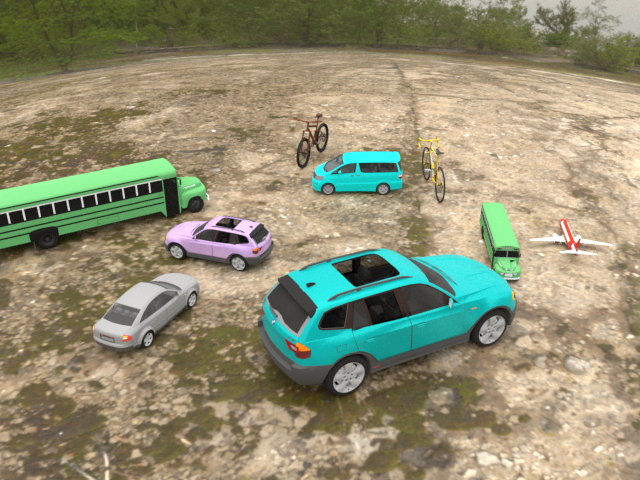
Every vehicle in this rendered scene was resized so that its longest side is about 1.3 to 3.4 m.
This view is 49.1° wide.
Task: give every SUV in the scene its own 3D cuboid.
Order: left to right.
[{"bbox_3d":[-1.443,-0.028,9.924,1.572,0.580,0.656,10,29,18],"label":"SUV"},{"bbox_3d":[0.819,0.710,7.950,3.058,1.128,1.276,-13,31,-24],"label":"SUV"}]

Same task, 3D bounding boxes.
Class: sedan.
[{"bbox_3d":[-2.070,0.780,8.505,0.635,0.483,1.613,12,30,21],"label":"sedan"}]

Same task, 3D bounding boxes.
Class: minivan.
[{"bbox_3d":[0.637,-1.170,12.039,1.548,0.616,0.681,0,28,0],"label":"minivan"}]

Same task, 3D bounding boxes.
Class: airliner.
[{"bbox_3d":[3.665,-0.116,10.252,1.161,0.429,1.307,4,28,7],"label":"airliner"}]

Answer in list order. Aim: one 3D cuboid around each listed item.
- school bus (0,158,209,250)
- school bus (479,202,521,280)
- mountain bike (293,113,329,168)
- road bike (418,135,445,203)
[{"bbox_3d":[-3.334,-0.603,10.727,3.322,0.844,0.709,-16,32,-27],"label":"school bus"},{"bbox_3d":[2.573,0.007,10.015,0.365,0.434,1.708,2,28,4],"label":"school bus"},{"bbox_3d":[-0.132,-1.939,13.219,0.573,0.868,1.469,11,30,20],"label":"mountain bike"},{"bbox_3d":[1.935,-1.243,11.927,0.358,0.852,1.545,-3,28,-5],"label":"road bike"}]
